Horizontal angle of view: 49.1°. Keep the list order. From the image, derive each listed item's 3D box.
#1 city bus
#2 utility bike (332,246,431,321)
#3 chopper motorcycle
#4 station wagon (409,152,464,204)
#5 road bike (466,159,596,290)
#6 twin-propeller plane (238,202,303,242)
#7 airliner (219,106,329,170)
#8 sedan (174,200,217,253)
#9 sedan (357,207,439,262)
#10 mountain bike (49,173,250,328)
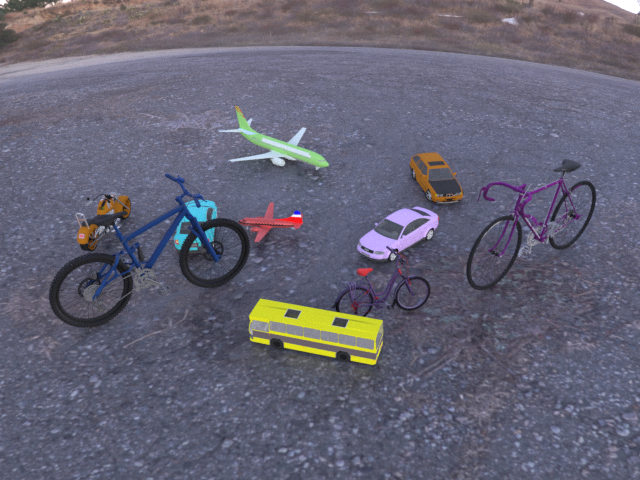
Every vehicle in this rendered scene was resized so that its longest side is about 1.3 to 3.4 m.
[{"bbox_3d":[-0.054,1.181,8.948,1.674,0.460,0.476,9,31,14],"label":"city bus"},{"bbox_3d":[0.827,0.601,9.461,1.435,0.946,0.535,-9,31,-15],"label":"utility bike"},{"bbox_3d":[-3.505,-0.424,11.406,0.466,0.761,1.563,6,31,11],"label":"chopper motorcycle"},{"bbox_3d":[2.158,-1.198,13.022,0.682,0.473,1.597,-5,31,-9],"label":"station wagon"},{"bbox_3d":[3.216,-0.308,10.317,3.004,1.656,0.697,-21,36,-32],"label":"road bike"},{"bbox_3d":[-0.826,-0.330,11.596,1.095,0.407,1.370,4,30,6],"label":"twin-propeller plane"},{"bbox_3d":[-0.819,-2.052,14.130,2.541,0.835,2.257,22,37,33],"label":"airliner"},{"bbox_3d":[-2.025,-0.304,11.477,0.635,0.483,1.613,-2,30,-3],"label":"sedan"},{"bbox_3d":[1.262,-0.149,11.210,0.635,0.483,1.613,26,39,37],"label":"sedan"},{"bbox_3d":[-2.245,0.173,9.460,2.857,1.688,1.114,-18,35,-27],"label":"mountain bike"}]
